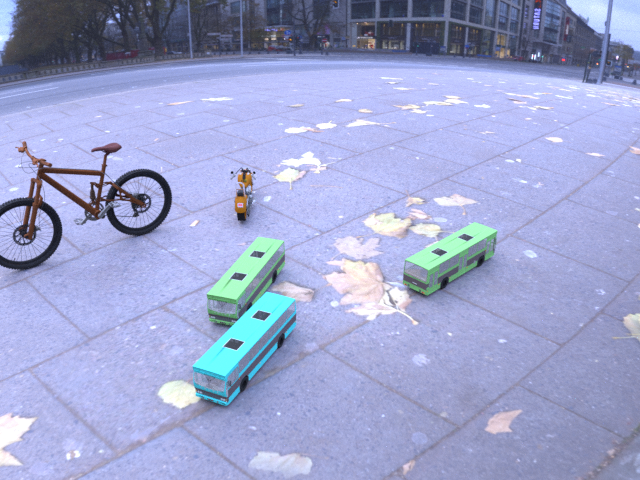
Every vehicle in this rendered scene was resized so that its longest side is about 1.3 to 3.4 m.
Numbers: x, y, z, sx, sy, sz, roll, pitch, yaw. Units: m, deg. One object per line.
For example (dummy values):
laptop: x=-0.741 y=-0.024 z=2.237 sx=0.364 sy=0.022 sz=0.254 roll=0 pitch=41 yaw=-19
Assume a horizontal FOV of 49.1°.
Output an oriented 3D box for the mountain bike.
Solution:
mountain bike: x=-3.519 y=-0.604 z=10.299 sx=2.857 sy=1.688 sz=1.114 roll=-20 pitch=33 yaw=-33

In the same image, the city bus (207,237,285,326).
city bus: x=-0.958 y=0.542 z=9.427 sx=0.476 sy=0.460 sz=1.674 roll=9 pitch=29 yaw=16

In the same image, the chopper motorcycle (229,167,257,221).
chopper motorcycle: x=-1.277 y=-0.899 z=11.871 sx=0.466 sy=0.761 sz=1.563 roll=0 pitch=27 yaw=0

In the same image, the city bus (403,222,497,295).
city bus: x=1.874 y=0.265 z=9.959 sx=1.674 sy=0.460 sz=0.476 roll=-25 pitch=36 yaw=-39

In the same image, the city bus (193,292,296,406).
city bus: x=-0.827 y=1.229 z=8.106 sx=0.476 sy=0.460 sz=1.674 roll=12 pitch=30 yaw=22
